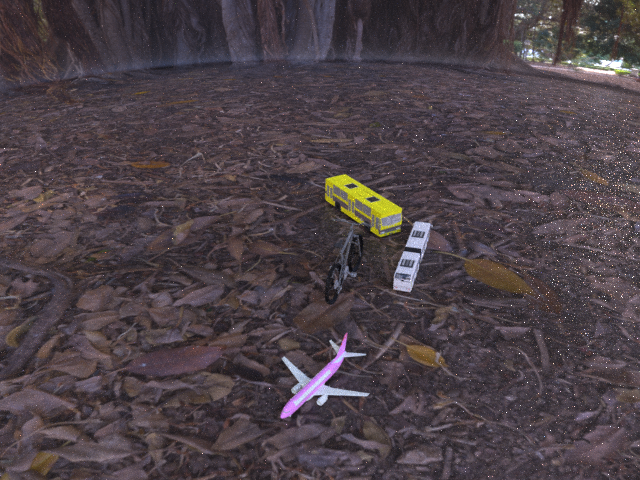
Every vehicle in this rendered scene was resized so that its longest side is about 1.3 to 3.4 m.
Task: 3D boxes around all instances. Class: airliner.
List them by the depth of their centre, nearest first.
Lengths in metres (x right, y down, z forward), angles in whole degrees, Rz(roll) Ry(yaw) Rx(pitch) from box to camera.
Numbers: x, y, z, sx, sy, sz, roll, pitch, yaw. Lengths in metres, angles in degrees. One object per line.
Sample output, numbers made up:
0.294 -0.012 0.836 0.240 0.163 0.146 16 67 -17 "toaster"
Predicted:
-0.038 1.499 7.733 1.161 0.429 1.307 18 33 30 "airliner"

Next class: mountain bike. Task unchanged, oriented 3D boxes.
0.351 0.251 9.630 0.573 0.868 1.469 10 30 19 "mountain bike"

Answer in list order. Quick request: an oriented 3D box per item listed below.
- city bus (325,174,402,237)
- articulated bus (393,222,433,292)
0.693 -0.575 11.635 0.476 0.460 1.674 -16 32 -27 "city bus"
1.374 0.216 10.318 0.311 0.289 1.749 8 29 15 "articulated bus"
